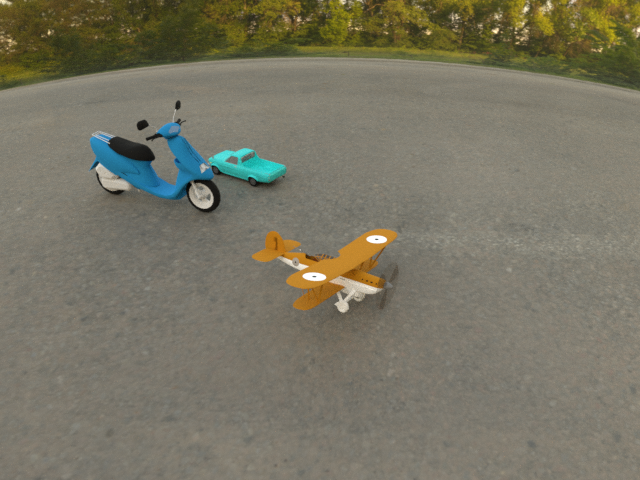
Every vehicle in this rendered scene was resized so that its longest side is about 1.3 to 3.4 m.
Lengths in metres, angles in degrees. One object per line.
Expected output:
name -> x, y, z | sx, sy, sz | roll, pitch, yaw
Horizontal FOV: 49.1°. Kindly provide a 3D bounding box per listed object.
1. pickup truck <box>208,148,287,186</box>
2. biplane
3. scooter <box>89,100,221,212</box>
pickup truck -> -1.440, -1.479, 13.729 | 1.603, 0.511, 0.640 | 19, 34, 30
biplane -> 0.104, 0.378, 9.944 | 2.120, 0.981, 2.598 | 17, 34, 28
scooter -> -3.010, -1.481, 12.430 | 2.721, 1.786, 1.288 | 11, 31, 19
